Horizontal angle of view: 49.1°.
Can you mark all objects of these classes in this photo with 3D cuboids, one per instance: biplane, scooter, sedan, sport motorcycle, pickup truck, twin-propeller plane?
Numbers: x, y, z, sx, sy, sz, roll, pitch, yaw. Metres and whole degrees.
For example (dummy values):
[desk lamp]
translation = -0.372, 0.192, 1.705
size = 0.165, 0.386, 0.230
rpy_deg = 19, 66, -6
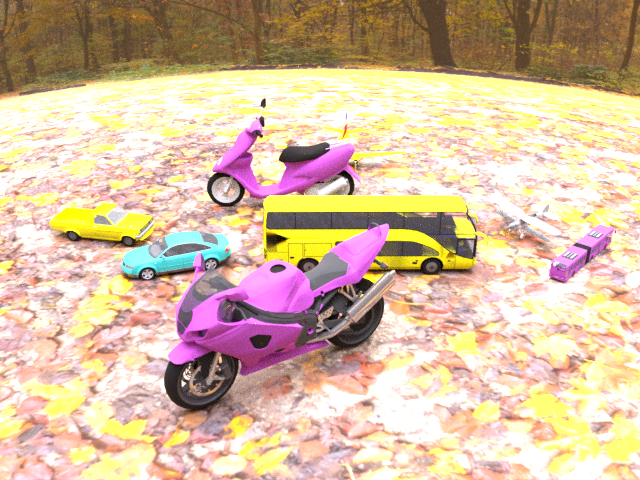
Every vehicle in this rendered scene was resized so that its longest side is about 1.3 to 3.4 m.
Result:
[biplane]
translation = 3.406, -0.324, 11.382
size = 1.090, 0.504, 1.336
rpy_deg = -20, 33, -34
[scooter]
translation = -0.638, -1.434, 12.166
size = 2.721, 1.786, 1.288
rpy_deg = -1, 27, -3
[sedan]
translation = -2.132, 0.179, 10.401
size = 1.613, 0.483, 0.635
rpy_deg = -9, 28, -17
[sport motorcycle]
translation = -0.403, 0.819, 7.881
size = 2.955, 1.596, 0.983
rpy_deg = -17, 31, -31
[pickup truck]
translation = -3.523, -0.299, 11.325
size = 1.603, 0.511, 0.640
rpy_deg = 5, 27, 10
[twin-propeller plane]
translation = 0.440, -1.982, 14.371
size = 2.663, 0.792, 2.129
rpy_deg = 4, 27, 7

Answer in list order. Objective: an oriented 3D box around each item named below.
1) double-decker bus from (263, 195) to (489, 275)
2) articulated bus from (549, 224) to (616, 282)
[double-decker bus]
translation = 0.784, -0.095, 10.315
size = 3.251, 1.052, 0.756
rpy_deg = 0, 27, 0
[articulated bus]
translation = 3.992, 0.178, 10.622
size = 0.311, 0.289, 1.749
rpy_deg = 22, 34, 37
